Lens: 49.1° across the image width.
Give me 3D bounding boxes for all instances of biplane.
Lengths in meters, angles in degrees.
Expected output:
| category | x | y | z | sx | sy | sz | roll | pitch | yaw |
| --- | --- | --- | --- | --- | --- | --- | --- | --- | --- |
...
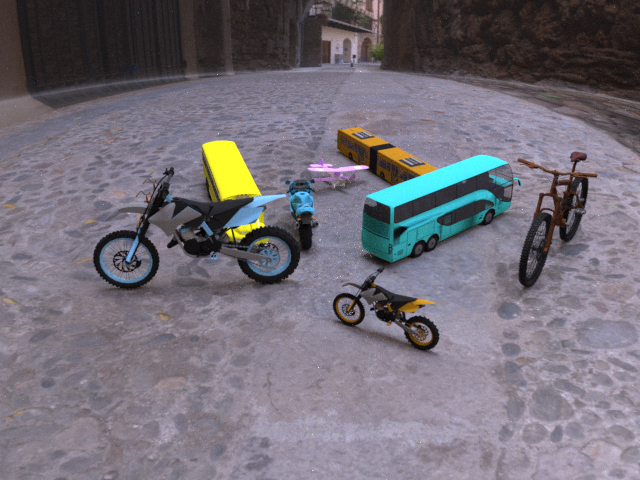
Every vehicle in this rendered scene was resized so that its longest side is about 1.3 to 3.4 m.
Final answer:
| category | x | y | z | sx | sy | sz | roll | pitch | yaw |
| --- | --- | --- | --- | --- | --- | --- | --- | --- | --- |
| biplane | 0.272 | -1.297 | 13.480 | 1.336 | 0.504 | 1.090 | -16 | 31 | -28 |

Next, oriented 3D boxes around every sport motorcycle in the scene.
| category | x | y | z | sx | sy | sz | roll | pitch | yaw |
| --- | --- | --- | --- | --- | --- | --- | --- | --- | --- |
| sport motorcycle | -0.283 | -0.464 | 11.461 | 0.506 | 0.821 | 1.520 | -3 | 27 | -6 |

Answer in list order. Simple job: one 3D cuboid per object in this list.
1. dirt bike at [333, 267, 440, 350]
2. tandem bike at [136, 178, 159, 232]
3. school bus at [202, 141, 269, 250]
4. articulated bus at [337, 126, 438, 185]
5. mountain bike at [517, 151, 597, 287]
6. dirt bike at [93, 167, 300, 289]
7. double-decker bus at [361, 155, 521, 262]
| category | x | y | z | sx | sy | sz | roll | pitch | yaw |
| --- | --- | --- | --- | --- | --- | --- | --- | --- | --- |
| dirt bike | 0.808 | 0.856 | 8.782 | 1.493 | 0.857 | 0.527 | 15 | 30 | 28 |
| tandem bike | -2.899 | -0.578 | 11.844 | 0.283 | 0.682 | 1.642 | 0 | 27 | 1 |
| school bus | -1.517 | -0.818 | 12.143 | 0.709 | 0.844 | 3.322 | -7 | 27 | -14 |
| articulated bus | 1.358 | -1.556 | 13.935 | 0.605 | 0.561 | 3.401 | -13 | 29 | -24 |
| mountain bike | 3.578 | -0.458 | 10.480 | 1.114 | 1.688 | 2.857 | 17 | 31 | 31 |
| dirt bike | -1.728 | -0.080 | 9.748 | 2.903 | 1.666 | 1.024 | -2 | 27 | -5 |
| double-decker bus | 2.031 | -0.589 | 11.453 | 3.251 | 1.052 | 0.756 | -21 | 34 | -36 |
